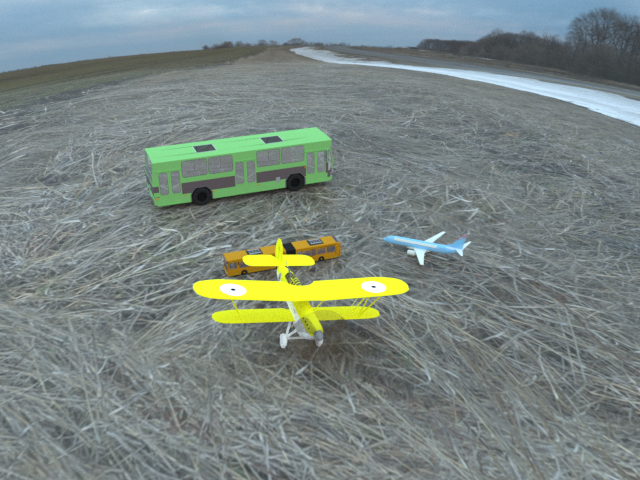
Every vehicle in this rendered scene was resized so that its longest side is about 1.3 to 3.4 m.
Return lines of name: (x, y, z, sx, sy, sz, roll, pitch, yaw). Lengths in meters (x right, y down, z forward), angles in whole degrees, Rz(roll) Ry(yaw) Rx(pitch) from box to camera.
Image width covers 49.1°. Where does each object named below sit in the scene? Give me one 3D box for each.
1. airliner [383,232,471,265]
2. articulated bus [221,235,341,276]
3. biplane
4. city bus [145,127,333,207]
airliner: (1.567, 0.000, 10.506, 1.307, 0.429, 1.161, 12, 30, 22)
articulated bus: (-0.553, 0.226, 10.221, 1.749, 0.289, 0.311, -9, 29, -18)
biplane: (-0.260, 0.660, 8.622, 2.598, 0.981, 2.120, -8, 28, -15)
city bus: (-1.417, -1.296, 12.514, 3.255, 0.894, 0.926, -10, 29, -19)
